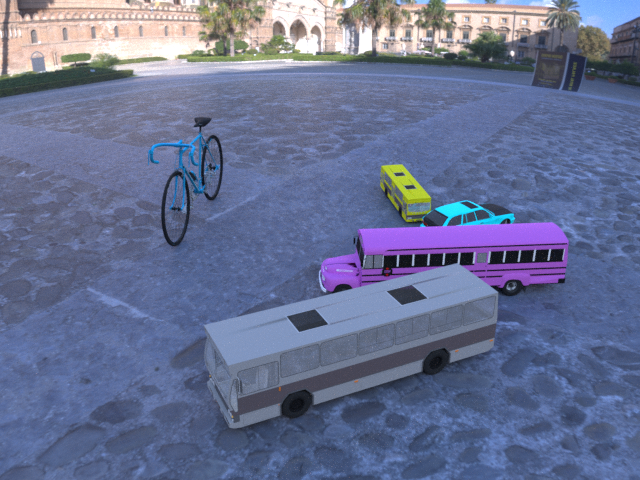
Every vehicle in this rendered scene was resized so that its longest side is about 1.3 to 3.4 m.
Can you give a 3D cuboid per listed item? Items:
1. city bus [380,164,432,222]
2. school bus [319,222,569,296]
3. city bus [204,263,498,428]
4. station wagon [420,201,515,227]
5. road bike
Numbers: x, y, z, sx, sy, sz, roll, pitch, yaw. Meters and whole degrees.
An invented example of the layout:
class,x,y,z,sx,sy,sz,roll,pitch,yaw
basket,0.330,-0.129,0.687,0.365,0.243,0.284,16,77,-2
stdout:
class,x,y,z,sx,sy,sz,roll,pitch,yaw
city bus,1.474,-0.823,12.264,0.476,0.460,1.674,-5,26,-10
school bus,1.648,0.275,9.573,3.322,0.844,0.709,-2,26,-4
city bus,0.403,1.129,7.763,3.255,0.894,0.926,-12,28,-23
station wagon,2.414,-0.360,11.299,1.597,0.473,0.682,-14,29,-26
road bike,-2.056,-1.101,11.468,0.696,1.656,3.004,4,26,8
